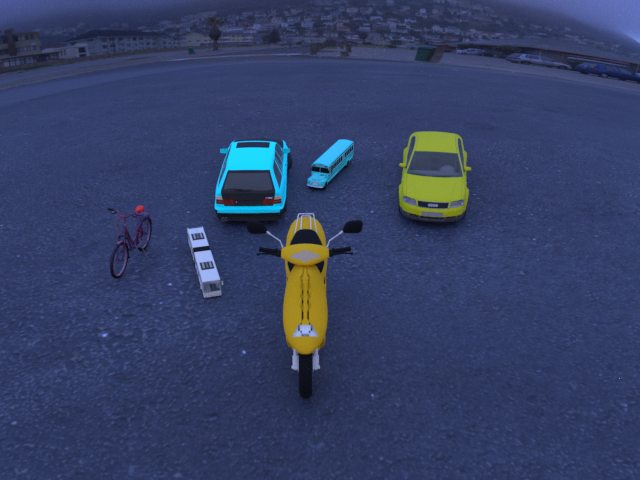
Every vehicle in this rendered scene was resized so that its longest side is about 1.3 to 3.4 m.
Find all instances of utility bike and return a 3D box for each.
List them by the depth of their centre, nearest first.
[{"bbox_3d":[-2.720,-0.091,10.269,0.535,0.946,1.435,5,28,10],"label":"utility bike"}]

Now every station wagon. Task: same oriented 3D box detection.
[{"bbox_3d":[-1.180,-1.314,12.625,1.327,0.920,3.105,0,28,-1],"label":"station wagon"}]

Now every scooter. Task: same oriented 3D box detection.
[{"bbox_3d":[-0.172,0.434,8.366,1.288,1.786,2.721,0,28,-1],"label":"scooter"}]

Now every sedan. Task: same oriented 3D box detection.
[{"bbox_3d":[2.057,-1.295,12.567,1.235,0.940,3.137,4,28,8],"label":"sedan"}]

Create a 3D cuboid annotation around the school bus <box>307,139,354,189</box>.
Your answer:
[{"bbox_3d":[0.212,-1.456,13.417,0.365,0.434,1.708,10,29,19],"label":"school bus"}]

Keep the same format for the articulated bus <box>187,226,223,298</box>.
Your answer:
[{"bbox_3d":[-1.710,0.290,10.249,0.311,0.289,1.749,-8,29,-15],"label":"articulated bus"}]
